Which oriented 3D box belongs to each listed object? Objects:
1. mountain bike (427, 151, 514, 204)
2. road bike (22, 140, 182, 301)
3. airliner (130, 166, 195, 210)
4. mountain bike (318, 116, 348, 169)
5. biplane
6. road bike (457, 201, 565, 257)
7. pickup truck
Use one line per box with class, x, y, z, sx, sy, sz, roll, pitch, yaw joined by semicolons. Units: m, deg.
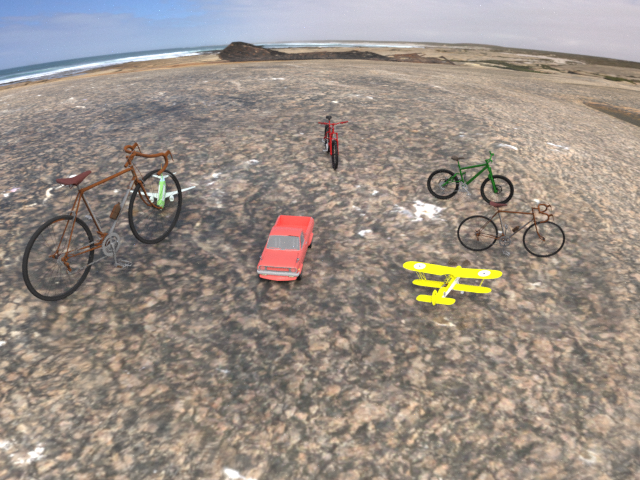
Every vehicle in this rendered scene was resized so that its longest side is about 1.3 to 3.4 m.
mountain bike;2.561;-1.037;11.899;1.469;0.868;0.573;8;29;15
road bike;-2.931;-0.350;9.736;0.697;1.656;3.004;15;31;26
airliner;-2.758;-0.920;12.150;1.161;0.429;1.307;-4;28;-8
mountain bike;0.215;-1.977;13.696;0.573;0.868;1.469;-4;28;-7
biplane;1.652;0.583;9.193;1.336;0.504;1.090;14;31;25
road bike;2.805;-0.167;10.253;1.545;0.852;0.358;5;28;10
pickup truck;-0.476;0.045;10.216;0.640;0.511;1.603;4;28;7
